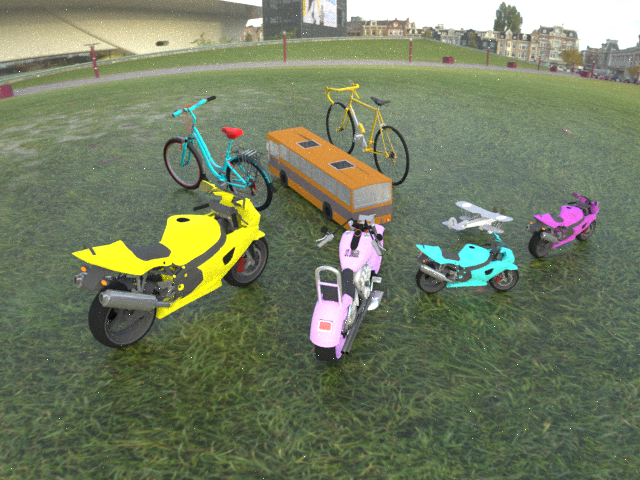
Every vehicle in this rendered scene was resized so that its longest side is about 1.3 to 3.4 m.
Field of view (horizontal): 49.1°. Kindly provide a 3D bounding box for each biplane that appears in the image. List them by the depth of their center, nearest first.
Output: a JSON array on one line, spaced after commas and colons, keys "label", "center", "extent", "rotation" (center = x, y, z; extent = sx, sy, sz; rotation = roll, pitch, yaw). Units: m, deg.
[{"label": "biplane", "center": [2.559, -0.321, 11.610], "extent": [1.090, 0.504, 1.336], "rotation": [-13, 30, -23]}]

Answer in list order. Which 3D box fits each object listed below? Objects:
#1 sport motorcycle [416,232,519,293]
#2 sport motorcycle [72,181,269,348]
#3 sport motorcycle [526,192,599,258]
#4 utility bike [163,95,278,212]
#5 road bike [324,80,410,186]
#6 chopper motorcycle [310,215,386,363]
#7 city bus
[{"label": "sport motorcycle", "center": [2.090, 0.373, 9.911], "extent": [1.520, 0.821, 0.506], "rotation": [-1, 27, -2]}, {"label": "sport motorcycle", "center": [-1.802, 0.287, 9.230], "extent": [0.983, 1.596, 2.955], "rotation": [23, 35, 37]}, {"label": "sport motorcycle", "center": [3.871, -0.226, 11.080], "extent": [1.520, 0.821, 0.506], "rotation": [-16, 31, -28]}, {"label": "utility bike", "center": [-1.924, -1.502, 12.451], "extent": [2.791, 1.839, 1.039], "rotation": [18, 32, 32]}, {"label": "road bike", "center": [0.894, -2.195, 14.001], "extent": [0.697, 1.656, 3.004], "rotation": [-15, 31, -26]}, {"label": "chopper motorcycle", "center": [0.454, 0.353, 9.229], "extent": [0.906, 1.480, 3.040], "rotation": [7, 28, 14]}, {"label": "city bus", "center": [0.079, -1.152, 12.803], "extent": [0.926, 0.894, 3.255], "rotation": [-14, 30, -26]}]
